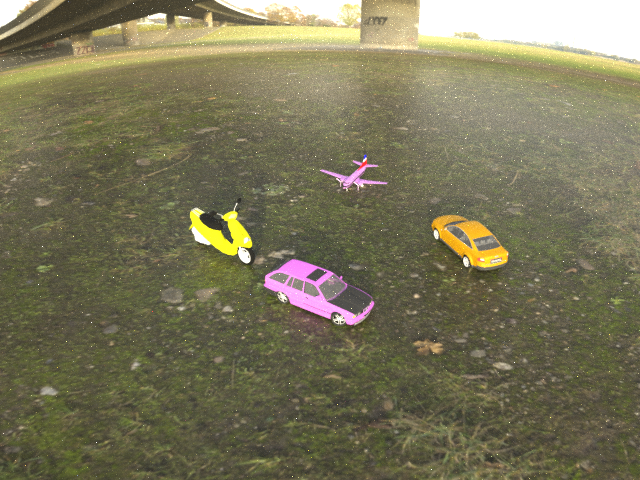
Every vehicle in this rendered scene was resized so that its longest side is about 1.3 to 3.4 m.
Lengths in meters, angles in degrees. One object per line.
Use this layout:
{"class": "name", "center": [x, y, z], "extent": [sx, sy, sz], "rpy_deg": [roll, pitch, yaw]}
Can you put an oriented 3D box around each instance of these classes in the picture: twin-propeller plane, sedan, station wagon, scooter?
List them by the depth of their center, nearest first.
{"class": "station wagon", "center": [-0.016, 0.693, 9.816], "extent": [1.597, 0.473, 0.682], "rpy_deg": [19, 35, 29]}
{"class": "scooter", "center": [-1.551, -0.186, 10.907], "extent": [1.399, 0.919, 0.662], "rpy_deg": [21, 36, 33]}
{"class": "sedan", "center": [2.346, -0.046, 11.101], "extent": [0.635, 0.483, 1.613], "rpy_deg": [-11, 32, -19]}
{"class": "twin-propeller plane", "center": [0.679, -1.270, 13.323], "extent": [1.370, 0.407, 1.095], "rpy_deg": [14, 32, 22]}
